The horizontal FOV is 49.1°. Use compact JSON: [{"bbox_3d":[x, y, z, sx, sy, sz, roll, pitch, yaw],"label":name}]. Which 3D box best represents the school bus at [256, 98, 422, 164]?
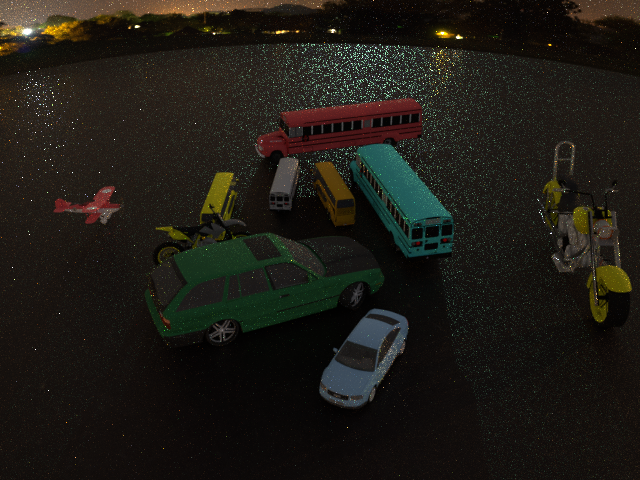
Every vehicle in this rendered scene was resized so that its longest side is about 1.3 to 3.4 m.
[{"bbox_3d":[0.374,-2.178,13.801,3.322,0.844,0.709,-9,31,-16],"label":"school bus"}]

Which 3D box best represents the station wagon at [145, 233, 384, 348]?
[{"bbox_3d":[-0.676,0.469,9.156,3.105,0.920,1.327,-13,32,-21],"label":"station wagon"}]

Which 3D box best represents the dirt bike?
[{"bbox_3d":[-1.665,-0.015,10.054,1.493,0.857,0.527,-8,31,-14],"label":"dirt bike"}]

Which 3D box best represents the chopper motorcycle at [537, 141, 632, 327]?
[{"bbox_3d":[3.666,-0.162,9.686,0.906,1.480,3.040,0,30,1],"label":"chopper motorcycle"}]

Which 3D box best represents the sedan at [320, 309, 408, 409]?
[{"bbox_3d":[0.533,1.309,8.140,0.635,0.483,1.613,14,33,23],"label":"sedan"}]

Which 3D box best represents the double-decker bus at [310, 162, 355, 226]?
[{"bbox_3d":[0.208,-0.811,11.744,0.389,0.541,1.672,-7,31,-12],"label":"double-decker bus"}]

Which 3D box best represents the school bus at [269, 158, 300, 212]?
[{"bbox_3d":[-0.596,-1.006,12.187,0.365,0.434,1.708,2,30,4],"label":"school bus"}]

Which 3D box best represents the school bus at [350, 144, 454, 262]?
[{"bbox_3d":[1.203,-0.747,11.331,0.709,0.844,3.322,-7,31,-12],"label":"school bus"}]

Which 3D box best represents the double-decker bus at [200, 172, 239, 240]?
[{"bbox_3d":[-1.622,-0.585,11.353,0.389,0.541,1.672,1,30,2],"label":"double-decker bus"}]

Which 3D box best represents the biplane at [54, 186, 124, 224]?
[{"bbox_3d":[-3.706,-0.532,11.299,1.090,0.504,1.336,-1,30,-1],"label":"biplane"}]
